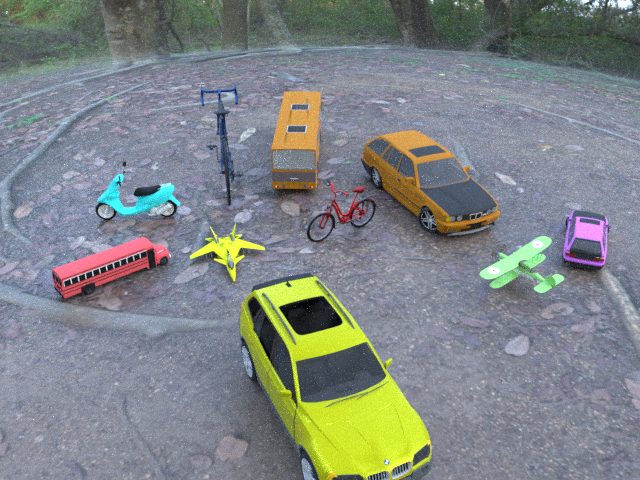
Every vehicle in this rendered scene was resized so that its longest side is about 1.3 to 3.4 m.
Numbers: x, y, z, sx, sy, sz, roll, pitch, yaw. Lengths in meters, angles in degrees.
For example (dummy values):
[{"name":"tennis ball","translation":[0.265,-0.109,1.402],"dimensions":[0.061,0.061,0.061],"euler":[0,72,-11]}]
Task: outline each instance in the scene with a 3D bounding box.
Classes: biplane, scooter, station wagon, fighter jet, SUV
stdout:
[{"name":"biplane","translation":[2.900,0.437,9.964],"dimensions":[1.336,0.504,1.090],"euler":[-19,35,-29]},{"name":"scooter","translation":[-3.064,-0.772,11.649],"dimensions":[1.399,0.919,0.662],"euler":[-3,30,-5]},{"name":"station wagon","translation":[1.872,-1.117,12.246],"dimensions":[1.327,0.920,3.105],"euler":[-12,32,-20]},{"name":"fighter jet","translation":[-1.390,0.189,10.612],"dimensions":[1.147,0.286,1.358],"euler":[-7,31,-12]},{"name":"SUV","translation":[0.044,1.441,7.593],"dimensions":[1.276,1.128,3.058],"euler":[-12,32,-20]},{"name":"station wagon","translation":[4.173,-0.103,10.932],"dimensions":[0.682,0.473,1.597],"euler":[11,32,18]}]

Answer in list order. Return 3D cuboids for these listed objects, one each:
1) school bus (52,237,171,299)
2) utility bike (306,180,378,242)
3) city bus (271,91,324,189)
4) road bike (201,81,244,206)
[{"name":"school bus","translation":[-2.986,0.360,10.167],"dimensions":[1.708,0.434,0.365],"euler":[-23,37,-34]},{"name":"utility bike","translation":[0.409,-0.483,11.119],"dimensions":[1.435,0.946,0.535],"euler":[-20,35,-30]},{"name":"city bus","translation":[-0.415,-1.990,13.790],"dimensions":[0.926,0.894,3.255],"euler":[1,30,1]},{"name":"road bike","translation":[-1.765,-1.843,12.771],"dimensions":[0.696,1.656,3.004],"euler":[-5,30,-8]}]
